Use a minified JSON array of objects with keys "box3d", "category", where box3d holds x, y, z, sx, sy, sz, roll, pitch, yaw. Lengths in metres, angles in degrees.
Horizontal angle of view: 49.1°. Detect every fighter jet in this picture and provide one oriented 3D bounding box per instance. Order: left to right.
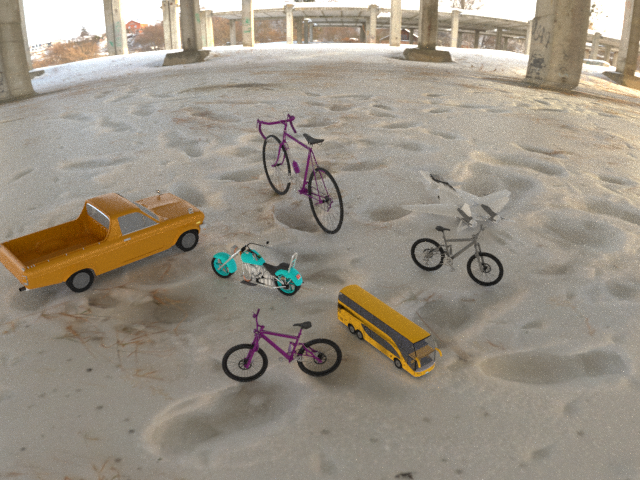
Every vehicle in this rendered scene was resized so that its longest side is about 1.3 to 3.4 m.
[{"box3d":[2.467,-0.973,13.086,2.229,0.557,2.640,-9,30,-17],"category":"fighter jet"}]

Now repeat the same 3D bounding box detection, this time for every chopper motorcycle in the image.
[{"box3d":[-0.960,0.360,10.397,1.563,0.761,0.466,15,32,25],"category":"chopper motorcycle"}]

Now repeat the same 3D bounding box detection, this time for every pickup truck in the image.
[{"box3d":[-3.353,-0.106,11.016,3.117,0.993,1.244,-23,36,-36],"category":"pickup truck"}]

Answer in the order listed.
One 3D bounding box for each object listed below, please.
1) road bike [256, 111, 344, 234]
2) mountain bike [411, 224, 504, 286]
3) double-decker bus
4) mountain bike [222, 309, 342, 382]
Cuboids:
[{"box3d":[-0.370,-1.258,12.456,0.697,1.656,3.004,-15,32,-26],"category":"road bike"},{"box3d":[2.066,0.198,10.584,1.469,0.868,0.573,15,32,25],"category":"mountain bike"},{"box3d":[0.853,1.171,9.123,0.389,0.541,1.672,-19,34,-32],"category":"double-decker bus"},{"box3d":[-0.459,1.332,8.479,1.469,0.868,0.573,-3,28,-6],"category":"mountain bike"}]
